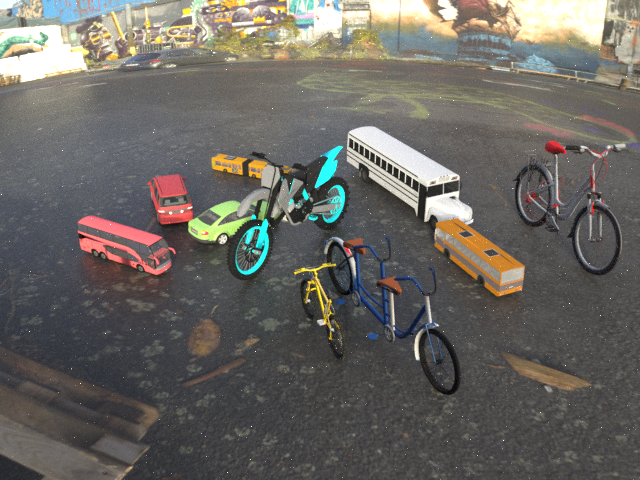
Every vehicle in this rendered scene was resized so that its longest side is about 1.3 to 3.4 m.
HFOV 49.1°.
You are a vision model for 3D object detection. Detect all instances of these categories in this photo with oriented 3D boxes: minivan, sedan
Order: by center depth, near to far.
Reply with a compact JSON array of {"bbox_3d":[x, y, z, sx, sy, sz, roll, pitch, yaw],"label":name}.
[{"bbox_3d":[-1.395,-0.376,11.531,1.613,0.483,0.635,-22,35,-35],"label":"sedan"},{"bbox_3d":[-2.607,-0.799,12.182,0.681,0.616,1.548,-9,29,-16],"label":"minivan"}]

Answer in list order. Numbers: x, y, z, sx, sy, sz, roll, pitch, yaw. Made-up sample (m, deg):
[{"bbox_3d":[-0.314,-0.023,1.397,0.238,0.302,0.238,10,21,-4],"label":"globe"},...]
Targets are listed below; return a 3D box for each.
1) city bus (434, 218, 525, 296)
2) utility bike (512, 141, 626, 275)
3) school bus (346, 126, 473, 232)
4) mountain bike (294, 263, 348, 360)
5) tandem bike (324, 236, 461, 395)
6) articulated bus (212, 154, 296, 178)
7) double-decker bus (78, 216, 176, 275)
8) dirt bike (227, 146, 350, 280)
[{"bbox_3d":[2.321,0.247,10.393,0.476,0.460,1.674,-12,30,-21],"label":"city bus"},{"bbox_3d":[3.879,-0.757,10.807,1.039,1.839,2.791,-8,29,-15],"label":"utility bike"},{"bbox_3d":[1.555,-1.156,12.608,0.709,0.844,3.322,-13,31,-23],"label":"school bus"},{"bbox_3d":[0.034,0.848,8.837,0.573,0.868,1.469,-11,30,-19],"label":"mountain bike"},{"bbox_3d":[0.806,0.632,8.756,0.550,1.326,3.192,-13,31,-23],"label":"tandem bike"},{"bbox_3d":[-1.305,-1.396,13.643,1.749,0.289,0.311,12,31,22],"label":"articulated bus"},{"bbox_3d":[-2.960,0.081,10.618,1.672,0.541,0.389,15,32,26],"label":"double-decker bus"},{"bbox_3d":[-0.396,-0.553,10.609,1.024,1.666,2.903,19,34,32],"label":"dirt bike"}]
